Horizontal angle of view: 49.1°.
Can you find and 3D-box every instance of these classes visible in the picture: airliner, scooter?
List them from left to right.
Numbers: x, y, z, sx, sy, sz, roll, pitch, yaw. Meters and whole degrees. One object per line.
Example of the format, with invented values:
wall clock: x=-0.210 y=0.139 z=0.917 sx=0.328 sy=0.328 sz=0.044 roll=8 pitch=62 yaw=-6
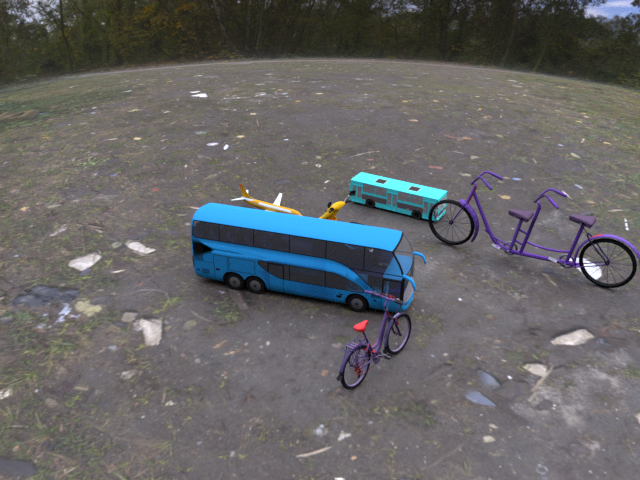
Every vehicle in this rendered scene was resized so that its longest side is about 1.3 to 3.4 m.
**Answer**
airliner: x=-0.857 y=-0.647 z=12.008 sx=1.307 sy=0.429 sz=1.161 roll=15 pitch=32 yaw=26
scooter: x=0.446 y=-0.201 z=10.655 sx=1.399 sy=0.919 sz=0.662 roll=22 pitch=35 yaw=35

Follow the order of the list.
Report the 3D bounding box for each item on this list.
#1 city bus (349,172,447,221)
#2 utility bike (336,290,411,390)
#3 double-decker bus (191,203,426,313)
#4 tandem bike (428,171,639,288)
city bus: x=1.344 y=-0.743 z=12.154 sx=1.674 sy=0.460 sz=0.476 roll=16 pitch=32 yaw=27
utility bike: x=0.621 y=1.110 z=8.178 sx=0.535 sy=0.946 sz=1.435 roll=22 pitch=35 yaw=35
double-decker bus: x=-0.207 y=0.242 z=9.687 sx=3.251 sy=1.052 sz=0.756 roll=9 pitch=29 yaw=16
tandem bike: x=3.067 y=-0.201 z=10.224 sx=3.192 sy=1.326 sz=0.550 roll=17 pitch=32 yaw=28
